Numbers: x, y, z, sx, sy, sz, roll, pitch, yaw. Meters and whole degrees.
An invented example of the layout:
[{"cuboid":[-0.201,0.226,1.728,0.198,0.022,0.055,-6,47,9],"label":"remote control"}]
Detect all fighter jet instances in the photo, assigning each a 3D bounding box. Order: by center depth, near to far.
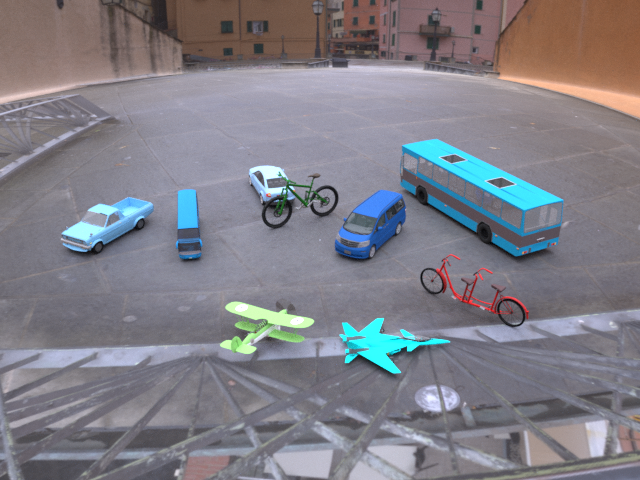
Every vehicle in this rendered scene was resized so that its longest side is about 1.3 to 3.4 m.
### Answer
[{"cuboid":[0.945,1.216,8.606,1.358,0.286,1.147,-2,27,-5],"label":"fighter jet"}]

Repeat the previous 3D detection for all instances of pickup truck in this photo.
[{"cuboid":[-3.422,-0.311,11.349,0.640,0.511,1.603,14,30,25],"label":"pickup truck"}]

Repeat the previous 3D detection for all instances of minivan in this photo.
[{"cuboid":[0.815,-0.259,11.132,0.681,0.616,1.548,15,31,27],"label":"minivan"}]

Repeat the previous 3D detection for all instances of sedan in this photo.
[{"cuboid":[-0.904,-1.091,12.906,0.635,0.483,1.613,-9,28,-16],"label":"sedan"}]

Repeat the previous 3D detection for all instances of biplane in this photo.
[{"cuboid":[-0.734,1.104,8.587,1.336,0.504,1.090,18,32,31],"label":"biplane"}]

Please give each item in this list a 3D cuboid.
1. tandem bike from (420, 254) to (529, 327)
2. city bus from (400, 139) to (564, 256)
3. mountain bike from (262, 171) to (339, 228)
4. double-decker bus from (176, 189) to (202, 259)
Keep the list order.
[{"cuboid":[2.025,0.637,9.306,1.642,0.682,0.283,22,34,36],"label":"tandem bike"},{"cuboid":[2.581,-0.766,11.819,0.926,0.894,3.255,-14,30,-25],"label":"city bus"},{"cuboid":[-0.319,-0.703,11.724,1.469,0.868,0.573,-15,31,-27],"label":"mountain bike"},{"cuboid":[-2.103,-0.255,11.207,0.389,0.541,1.672,-5,27,-9],"label":"double-decker bus"}]
